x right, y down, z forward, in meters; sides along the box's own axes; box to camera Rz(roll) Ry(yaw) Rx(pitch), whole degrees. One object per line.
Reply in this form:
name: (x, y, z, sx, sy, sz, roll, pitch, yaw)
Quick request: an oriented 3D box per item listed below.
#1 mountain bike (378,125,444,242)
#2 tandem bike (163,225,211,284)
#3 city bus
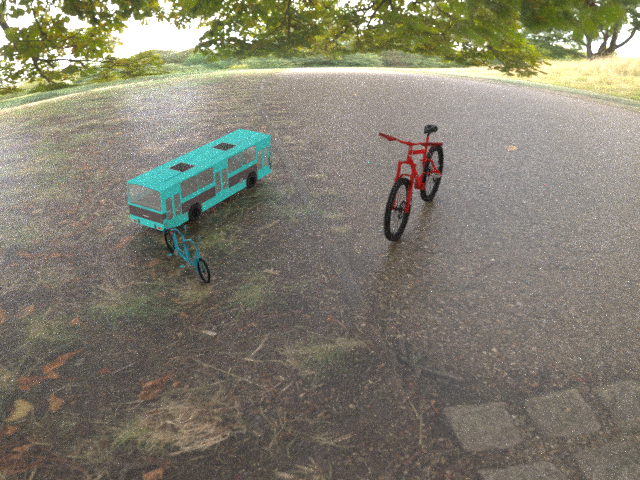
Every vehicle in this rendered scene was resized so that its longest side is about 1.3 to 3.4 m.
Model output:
mountain bike: (1.705, -1.147, 12.301, 1.114, 1.688, 2.857, 13, 31, 23)
tandem bike: (-2.121, 0.111, 11.006, 0.283, 0.682, 1.642, -18, 33, -31)
city bus: (-2.140, -1.156, 13.163, 0.926, 0.894, 3.255, 16, 32, 27)
